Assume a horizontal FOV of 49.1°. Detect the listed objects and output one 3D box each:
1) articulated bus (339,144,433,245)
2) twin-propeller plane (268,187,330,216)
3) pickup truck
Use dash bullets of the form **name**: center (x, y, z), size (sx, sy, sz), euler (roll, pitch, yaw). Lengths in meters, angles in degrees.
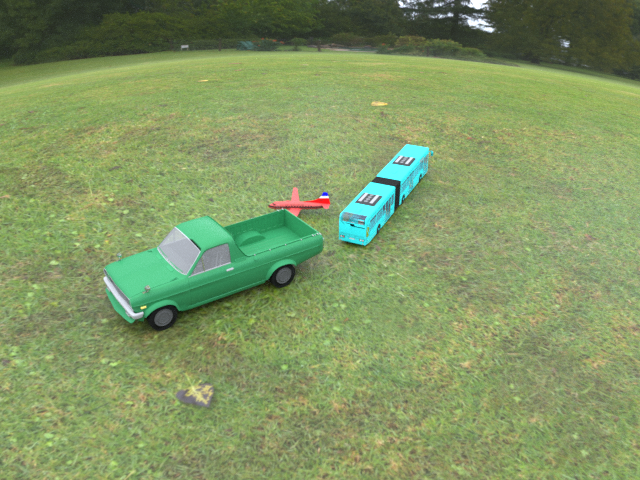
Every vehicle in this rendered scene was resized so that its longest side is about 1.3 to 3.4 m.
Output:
- **articulated bus**: center (1.227, -0.888, 12.506), size (0.605, 0.561, 3.401), euler (13, 32, 21)
- **twin-propeller plane**: center (-0.367, -0.653, 12.245), size (1.095, 0.407, 1.370), euler (0, 29, 1)
- **pickup truck**: center (-1.483, 0.235, 10.054), size (3.117, 0.993, 1.244), euler (-18, 34, -30)
